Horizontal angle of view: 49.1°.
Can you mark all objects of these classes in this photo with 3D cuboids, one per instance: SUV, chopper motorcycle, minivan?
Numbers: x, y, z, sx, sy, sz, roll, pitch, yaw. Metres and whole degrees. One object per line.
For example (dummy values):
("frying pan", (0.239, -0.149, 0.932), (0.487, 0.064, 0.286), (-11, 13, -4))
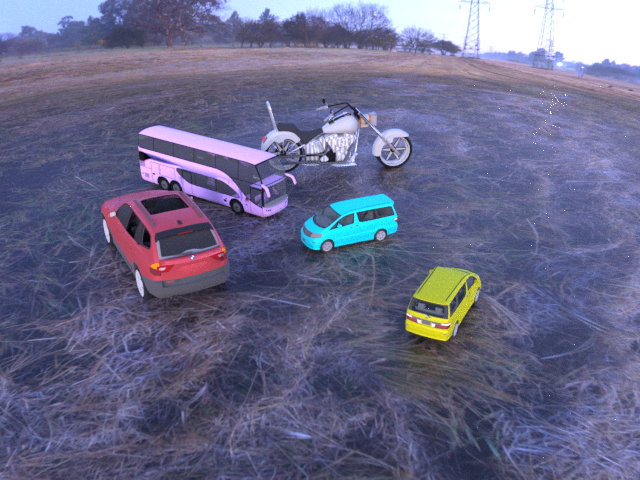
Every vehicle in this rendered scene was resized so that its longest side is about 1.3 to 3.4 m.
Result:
("SUV", (-2.351, -0.170, 10.317), (1.276, 1.128, 3.058), (-14, 29, -25))
("chopper motorcycle", (0.346, -2.056, 13.725), (3.040, 1.480, 0.906), (-5, 27, -10))
("minivan", (0.456, -0.285, 11.125), (1.548, 0.616, 0.681), (-11, 28, -21))
("minivan", (1.642, 0.712, 9.115), (0.681, 0.616, 1.548), (13, 29, 25))

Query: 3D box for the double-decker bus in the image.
("double-decker bus", (-1.940, -1.246, 12.573), (3.251, 1.052, 0.756), (18, 31, 31))
